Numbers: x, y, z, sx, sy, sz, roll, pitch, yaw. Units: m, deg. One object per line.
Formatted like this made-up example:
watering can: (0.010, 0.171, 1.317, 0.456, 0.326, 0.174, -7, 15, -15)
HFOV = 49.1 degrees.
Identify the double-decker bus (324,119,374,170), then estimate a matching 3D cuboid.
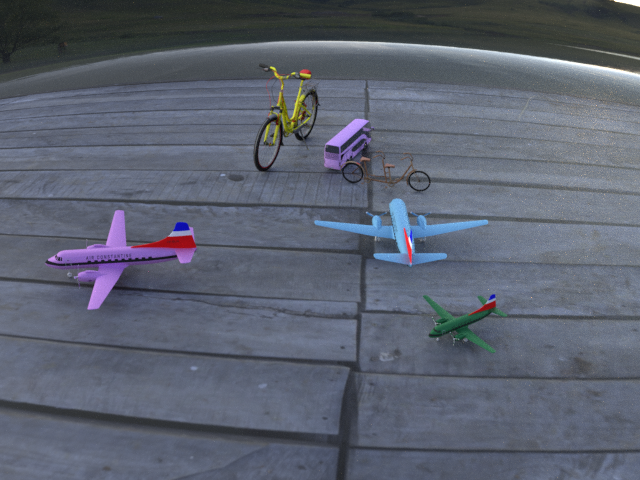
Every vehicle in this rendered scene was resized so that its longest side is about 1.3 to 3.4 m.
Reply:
double-decker bus: (0.570, -1.886, 13.599, 0.389, 0.541, 1.672, 13, 33, 21)

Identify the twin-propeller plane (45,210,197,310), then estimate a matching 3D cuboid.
twin-propeller plane: (-2.825, 0.142, 9.915, 2.129, 0.792, 2.663, -3, 31, -6)

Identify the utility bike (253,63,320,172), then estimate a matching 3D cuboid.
utility bike: (-0.498, -2.487, 13.339, 1.039, 1.839, 2.791, 13, 33, 21)

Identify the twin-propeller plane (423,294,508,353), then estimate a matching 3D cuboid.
twin-propeller plane: (1.816, 0.988, 8.858, 1.095, 0.407, 1.370, -16, 34, -26)

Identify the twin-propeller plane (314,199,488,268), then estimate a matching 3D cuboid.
twin-propeller plane: (1.248, -0.228, 10.541, 2.663, 0.792, 2.129, 0, 31, 0)

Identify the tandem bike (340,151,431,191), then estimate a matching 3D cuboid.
tandem bike: (1.148, -1.244, 12.371, 1.642, 0.682, 0.283, 9, 32, 15)
